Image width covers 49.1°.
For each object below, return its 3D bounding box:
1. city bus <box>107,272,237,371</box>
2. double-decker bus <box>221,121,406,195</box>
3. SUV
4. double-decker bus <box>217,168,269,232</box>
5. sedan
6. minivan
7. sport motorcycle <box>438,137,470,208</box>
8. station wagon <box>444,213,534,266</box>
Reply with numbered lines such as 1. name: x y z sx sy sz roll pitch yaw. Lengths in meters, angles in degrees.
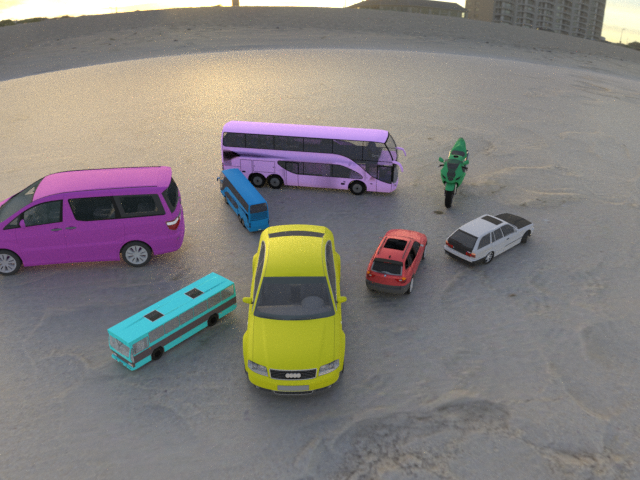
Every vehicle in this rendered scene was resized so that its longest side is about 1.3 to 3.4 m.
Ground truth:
1. city bus: -1.779 0.986 8.643 0.476 0.460 1.674 22 36 34
2. double-decker bus: -0.126 -1.466 12.418 3.251 1.052 0.756 5 30 9
3. SUV: 1.101 0.211 9.905 0.656 0.580 1.572 9 31 16
4. double-decker bus: -1.279 -0.698 11.567 0.389 0.541 1.672 -12 31 -21
5. sedan: -0.306 0.659 8.737 1.235 0.940 3.137 0 29 -1
6. minivan: -3.543 -0.340 10.257 3.011 1.197 1.324 -4 29 -6
7. sport motorcycle: 2.333 -1.176 12.136 0.506 0.821 1.520 8 30 14
8. station wagon: 2.595 -0.107 10.582 1.597 0.473 0.682 -23 37 -35
